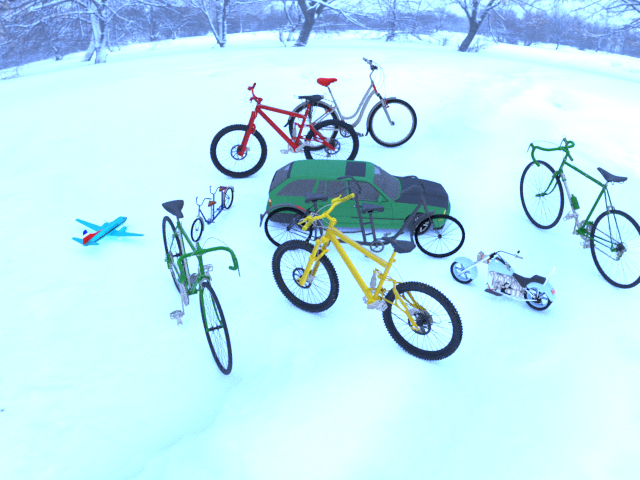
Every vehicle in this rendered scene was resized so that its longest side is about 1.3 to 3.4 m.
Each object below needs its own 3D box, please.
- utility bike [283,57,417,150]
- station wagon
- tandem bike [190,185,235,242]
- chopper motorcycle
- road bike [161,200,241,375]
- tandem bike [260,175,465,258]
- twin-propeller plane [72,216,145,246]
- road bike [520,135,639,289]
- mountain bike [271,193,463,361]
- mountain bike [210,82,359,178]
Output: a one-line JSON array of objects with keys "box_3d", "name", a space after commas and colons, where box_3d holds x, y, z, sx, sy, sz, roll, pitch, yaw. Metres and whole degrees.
[{"box_3d": [0.625, -2.771, 14.349, 2.791, 1.839, 1.039, -3, 30, -5], "name": "utility bike"}, {"box_3d": [0.664, -0.797, 11.883, 3.105, 0.920, 1.327, 2, 30, 4], "name": "station wagon"}, {"box_3d": [-1.791, -0.576, 11.742, 0.283, 0.682, 1.642, 9, 32, 16], "name": "tandem bike"}, {"box_3d": [2.576, 0.470, 9.875, 1.563, 0.761, 0.466, 22, 37, 32], "name": "chopper motorcycle"}, {"box_3d": [-1.662, 0.431, 9.055, 0.696, 1.656, 3.004, -13, 33, -22], "name": "road bike"}, {"box_3d": [0.636, -0.355, 10.726, 3.192, 1.326, 0.550, 3, 30, 5], "name": "tandem bike"}, {"box_3d": [-3.483, -0.190, 11.353, 1.370, 0.407, 1.095, 12, 33, 20], "name": "twin-propeller plane"}, {"box_3d": [3.964, -0.519, 10.680, 0.696, 1.656, 3.004, -10, 32, -17], "name": "road bike"}, {"box_3d": [0.524, 0.489, 8.924, 2.857, 1.688, 1.114, 19, 35, 29], "name": "mountain bike"}, {"box_3d": [-0.657, -1.997, 13.176, 2.857, 1.688, 1.114, -4, 31, -7], "name": "mountain bike"}]
